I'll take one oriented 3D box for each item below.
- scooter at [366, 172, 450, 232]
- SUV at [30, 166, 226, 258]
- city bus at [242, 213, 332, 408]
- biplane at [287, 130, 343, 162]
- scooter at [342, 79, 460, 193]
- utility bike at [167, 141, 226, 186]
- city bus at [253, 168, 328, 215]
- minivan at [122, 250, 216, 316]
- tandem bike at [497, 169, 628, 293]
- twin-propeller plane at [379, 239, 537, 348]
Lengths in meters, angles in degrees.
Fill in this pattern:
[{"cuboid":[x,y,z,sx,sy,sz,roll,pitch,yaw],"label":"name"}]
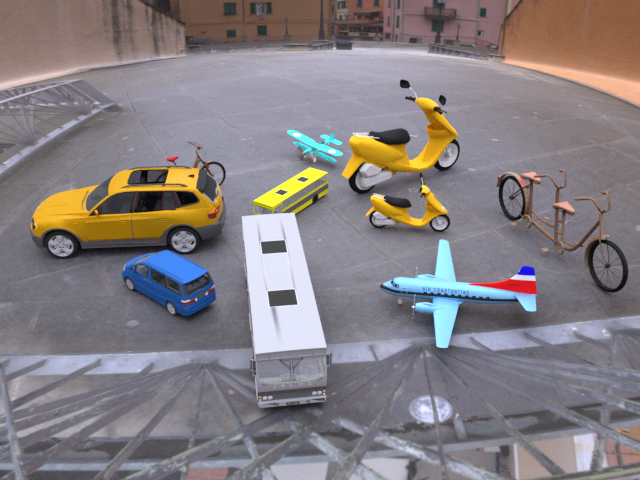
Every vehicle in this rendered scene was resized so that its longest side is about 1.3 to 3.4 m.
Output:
[{"cuboid":[1.466,-0.579,11.534,1.399,0.919,0.662,4,30,6],"label":"scooter"},{"cuboid":[-3.050,-0.517,11.216,3.058,1.128,1.276,-2,30,-4],"label":"SUV"},{"cuboid":[-0.540,0.790,9.179,0.926,0.894,3.255,-4,30,-7],"label":"city bus"},{"cuboid":[-0.011,-1.891,14.227,1.336,0.504,1.090,21,36,31],"label":"biplane"},{"cuboid":[1.596,-1.898,12.954,2.721,1.786,1.288,-17,34,-27],"label":"scooter"},{"cuboid":[-2.414,-1.285,12.733,1.435,0.946,0.535,-16,34,-26],"label":"utility bike"},{"cuboid":[-0.485,-0.742,12.275,0.476,0.460,1.674,19,35,29],"label":"city bus"},{"cuboid":[-2.184,0.520,9.928,1.548,0.616,0.681,23,37,34],"label":"minivan"},{"cuboid":[3.683,-0.424,10.856,0.550,1.326,3.192,-11,32,-18],"label":"tandem bike"},{"cuboid":[1.877,0.619,9.579,2.129,0.792,2.663,5,30,8],"label":"twin-propeller plane"}]
